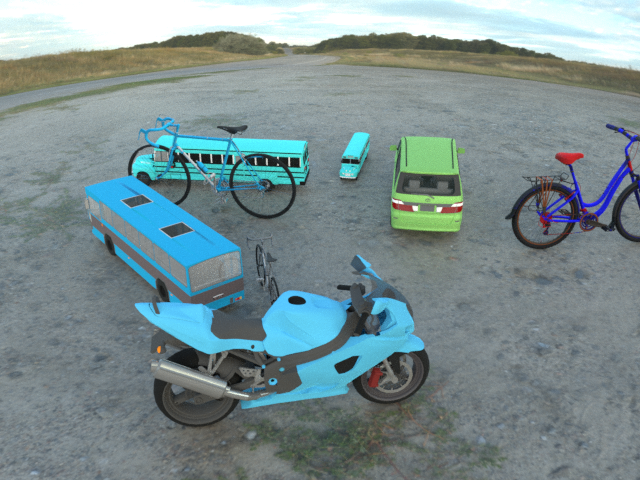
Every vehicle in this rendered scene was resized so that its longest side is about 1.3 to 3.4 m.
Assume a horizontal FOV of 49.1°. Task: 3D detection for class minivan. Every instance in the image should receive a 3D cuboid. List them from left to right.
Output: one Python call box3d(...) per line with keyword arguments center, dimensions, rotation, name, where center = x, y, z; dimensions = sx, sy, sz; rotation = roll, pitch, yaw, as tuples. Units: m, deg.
box3d(center=(1.828, -1.143, 12.022), dimensions=(1.324, 1.197, 3.011), rotation=(3, 27, 6), name="minivan")

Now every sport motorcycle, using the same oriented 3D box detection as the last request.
box3d(center=(-0.289, 1.125, 7.135), dimensions=(2.955, 1.596, 0.983), rotation=(-4, 27, -8), name="sport motorcycle")

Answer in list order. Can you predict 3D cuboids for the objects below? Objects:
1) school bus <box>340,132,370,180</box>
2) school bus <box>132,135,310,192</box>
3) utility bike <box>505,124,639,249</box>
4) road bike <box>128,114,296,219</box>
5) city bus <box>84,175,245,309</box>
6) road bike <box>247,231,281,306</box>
box3d(center=(0.697, -1.669, 13.894), dimensions=(0.365, 0.434, 1.708), rotation=(5, 28, 11), name="school bus")
box3d(center=(-1.878, -1.450, 13.014), dimensions=(3.322, 0.844, 0.709), rotation=(3, 27, 6), name="school bus")
box3d(center=(4.161, -0.796, 10.636), dimensions=(2.791, 1.839, 1.039), rotation=(-3, 27, -7), name="utility bike")
box3d(center=(-1.847, -1.201, 11.631), dimensions=(3.004, 1.656, 0.697), rotation=(6, 28, 12), name="road bike")
box3d(center=(-2.311, 0.038, 10.040), dimensions=(0.926, 0.894, 3.255), rotation=(-20, 33, -34), name="city bus")
box3d(center=(-0.699, 0.449, 9.281), dimensions=(0.358, 0.852, 1.545), rotation=(-7, 28, -14), name="road bike")
